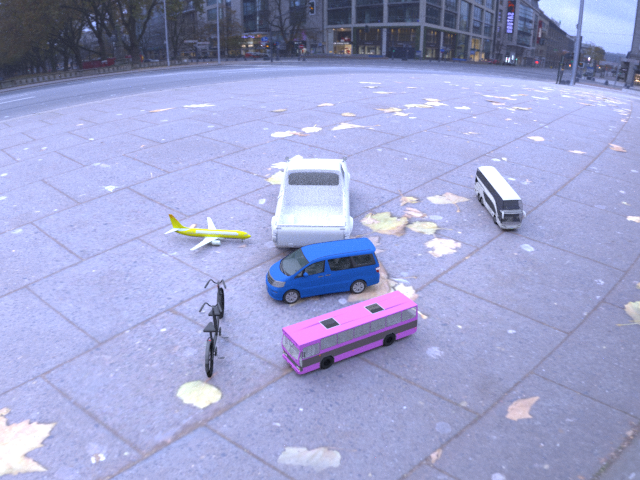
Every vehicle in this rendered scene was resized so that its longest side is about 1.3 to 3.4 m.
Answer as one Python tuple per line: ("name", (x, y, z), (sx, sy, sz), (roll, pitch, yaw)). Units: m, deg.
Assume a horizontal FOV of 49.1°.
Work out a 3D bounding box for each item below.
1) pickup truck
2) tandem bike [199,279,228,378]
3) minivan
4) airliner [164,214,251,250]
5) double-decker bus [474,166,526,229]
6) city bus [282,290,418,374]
("pickup truck", (-0.099, -0.721, 11.350), (1.244, 0.993, 3.117), (1, 27, 1))
("tandem bike", (-1.256, 0.962, 8.346), (0.283, 0.682, 1.642), (0, 27, -1))
("minivan", (0.027, 0.393, 9.552), (1.548, 0.616, 0.681), (-7, 28, -14))
("airliner", (-1.725, -0.188, 10.916), (1.307, 0.429, 1.161), (2, 27, 4))
("double-decker bus", (3.011, -0.715, 11.842), (0.389, 0.541, 1.672), (-2, 27, -4))
("city bus", (0.374, 1.096, 8.326), (1.674, 0.460, 0.476), (-15, 30, -27))
